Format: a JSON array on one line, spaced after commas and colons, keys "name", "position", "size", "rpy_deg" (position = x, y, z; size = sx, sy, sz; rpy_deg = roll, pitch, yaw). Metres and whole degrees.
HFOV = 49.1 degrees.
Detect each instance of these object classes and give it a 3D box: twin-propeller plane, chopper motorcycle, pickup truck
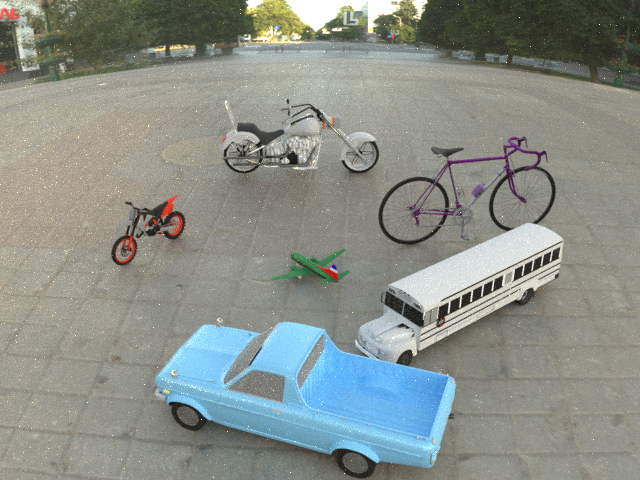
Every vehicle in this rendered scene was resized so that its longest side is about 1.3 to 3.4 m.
[{"name": "twin-propeller plane", "position": [-0.090, 0.357, 10.167], "size": [1.370, 0.407, 1.095], "rpy_deg": [-21, 35, -34]}, {"name": "chopper motorcycle", "position": [-0.379, -1.962, 13.337], "size": [3.040, 1.480, 0.906], "rpy_deg": [-2, 28, -4]}, {"name": "pickup truck", "position": [-0.176, 1.525, 7.385], "size": [3.117, 0.993, 1.244], "rpy_deg": [10, 30, 18]}]

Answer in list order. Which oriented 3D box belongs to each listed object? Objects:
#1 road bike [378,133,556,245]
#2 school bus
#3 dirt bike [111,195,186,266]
[{"name": "road bike", "position": [2.357, -0.765, 10.932], "size": [3.004, 1.656, 0.696], "rpy_deg": [-7, 29, -12]}, {"name": "school bus", "position": [1.880, 0.667, 9.132], "size": [3.322, 0.844, 0.709], "rpy_deg": [-20, 34, -33]}, {"name": "dirt bike", "position": [-2.623, -0.206, 10.738], "size": [0.527, 0.857, 1.493], "rpy_deg": [18, 33, 30]}]
